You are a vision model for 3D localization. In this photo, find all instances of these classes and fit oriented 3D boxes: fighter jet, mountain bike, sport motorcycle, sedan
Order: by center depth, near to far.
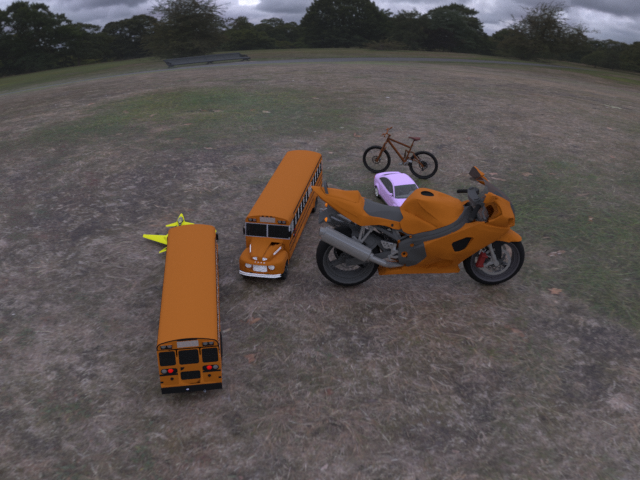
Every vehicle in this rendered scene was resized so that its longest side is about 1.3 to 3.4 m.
[{"bbox_3d":[1.358,-0.089,9.543,2.955,1.596,0.983,0,27,0],"label":"sport motorcycle"},{"bbox_3d":[-2.245,-0.215,11.203,1.147,0.286,1.358,-4,28,-7],"label":"fighter jet"},{"bbox_3d":[1.415,-0.819,12.151,0.635,0.483,1.613,-7,28,-13],"label":"sedan"},{"bbox_3d":[1.522,-1.621,13.276,1.469,0.868,0.573,9,29,17],"label":"mountain bike"}]

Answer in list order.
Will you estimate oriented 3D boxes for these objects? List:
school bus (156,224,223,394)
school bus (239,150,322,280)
[{"bbox_3d":[-1.623,0.659,8.920,0.709,0.844,3.322,-4,28,-7],"label":"school bus"},{"bbox_3d":[-0.562,-0.472,11.094,0.709,0.844,3.322,5,28,9],"label":"school bus"}]
